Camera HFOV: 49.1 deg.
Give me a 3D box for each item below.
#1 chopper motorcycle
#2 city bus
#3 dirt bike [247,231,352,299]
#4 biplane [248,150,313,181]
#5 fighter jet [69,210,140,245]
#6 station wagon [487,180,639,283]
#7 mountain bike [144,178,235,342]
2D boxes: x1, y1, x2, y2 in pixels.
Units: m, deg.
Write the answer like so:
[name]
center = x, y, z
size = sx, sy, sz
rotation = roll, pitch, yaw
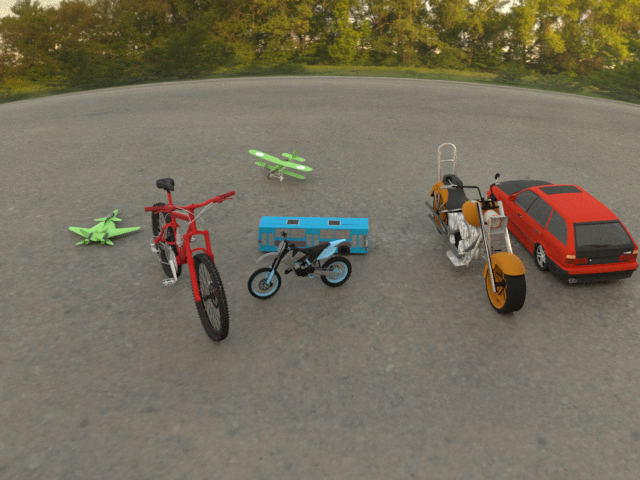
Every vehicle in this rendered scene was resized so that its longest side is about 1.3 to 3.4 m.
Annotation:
[chopper motorcycle]
center = 2.201, -0.255, 9.962
size = 0.906, 1.480, 3.040
rotation = -4, 26, -9
[city bus]
center = -0.090, -0.061, 10.729
size = 1.674, 0.460, 0.476
rotation = 1, 26, 2
[dirt bike]
center = -0.259, 0.340, 9.449
size = 1.493, 0.857, 0.527
rotation = -9, 27, -18
[biplane]
center = -0.690, -1.454, 13.551
size = 1.336, 0.504, 1.090
rotation = 11, 28, 22
[fighter jet]
center = -3.498, -0.305, 11.432
size = 1.147, 0.286, 1.358
rotation = 0, 26, 0
[station wagon]
center = 3.638, -0.388, 10.877
size = 1.327, 0.920, 3.105
rotation = -4, 26, -8
[mountain bike]
center = -1.758, 0.082, 9.029
size = 1.114, 1.688, 2.857
rotation = -13, 29, -25
